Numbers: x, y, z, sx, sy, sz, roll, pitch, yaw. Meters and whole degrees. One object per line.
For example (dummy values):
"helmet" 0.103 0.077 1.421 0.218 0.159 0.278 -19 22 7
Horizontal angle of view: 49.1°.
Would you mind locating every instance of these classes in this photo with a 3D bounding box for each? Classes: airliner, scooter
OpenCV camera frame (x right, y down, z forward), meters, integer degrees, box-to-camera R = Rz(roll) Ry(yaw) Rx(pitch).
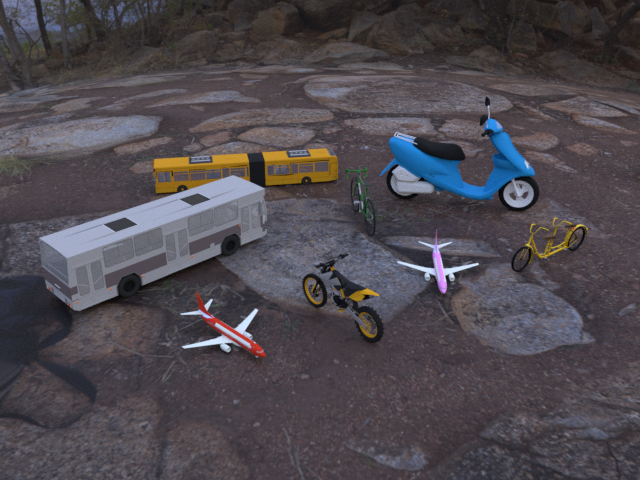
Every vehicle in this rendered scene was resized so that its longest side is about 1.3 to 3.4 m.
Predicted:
"airliner" 1.698 0.312 9.941 1.161 0.429 1.307 1 27 3
"airliner" -1.107 1.041 8.493 1.307 0.429 1.161 23 35 38
"scooter" 2.390 -1.427 11.888 2.721 1.786 1.288 7 28 14

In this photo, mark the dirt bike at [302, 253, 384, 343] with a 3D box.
"dirt bike" 0.257 0.674 8.747 0.527 0.857 1.493 -21 33 -35

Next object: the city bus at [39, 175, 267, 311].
"city bus" -2.250 -0.008 10.060 3.255 0.894 0.926 -24 35 -39

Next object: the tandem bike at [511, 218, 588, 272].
"tandem bike" 3.406 -0.001 10.282 1.642 0.682 0.283 -17 31 -30

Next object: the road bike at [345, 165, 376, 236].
"road bike" 0.697 -0.677 11.436 0.358 0.852 1.545 -5 27 -10

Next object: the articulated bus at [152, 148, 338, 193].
"articulated bus" -1.376 -1.293 12.983 3.401 0.561 0.605 -5 27 -9
